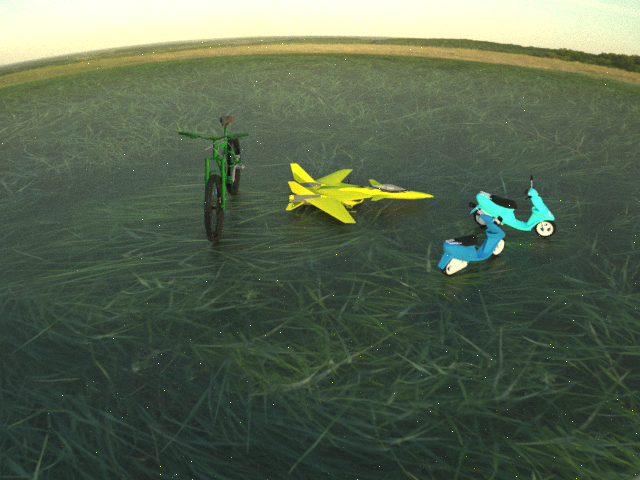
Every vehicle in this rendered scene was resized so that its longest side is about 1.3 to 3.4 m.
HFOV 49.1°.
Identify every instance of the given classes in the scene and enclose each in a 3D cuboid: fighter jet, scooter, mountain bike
[{"bbox_3d":[0.730,-0.948,12.561,2.640,0.557,2.229,1,29,1],"label":"fighter jet"},{"bbox_3d":[3.197,-0.550,11.482,1.399,0.919,0.662,12,31,20],"label":"scooter"},{"bbox_3d":[-1.648,-1.204,11.861,1.114,1.688,2.857,2,29,3],"label":"mountain bike"},{"bbox_3d":[2.330,-0.005,10.511,1.399,0.919,0.662,-19,35,-30],"label":"scooter"}]
